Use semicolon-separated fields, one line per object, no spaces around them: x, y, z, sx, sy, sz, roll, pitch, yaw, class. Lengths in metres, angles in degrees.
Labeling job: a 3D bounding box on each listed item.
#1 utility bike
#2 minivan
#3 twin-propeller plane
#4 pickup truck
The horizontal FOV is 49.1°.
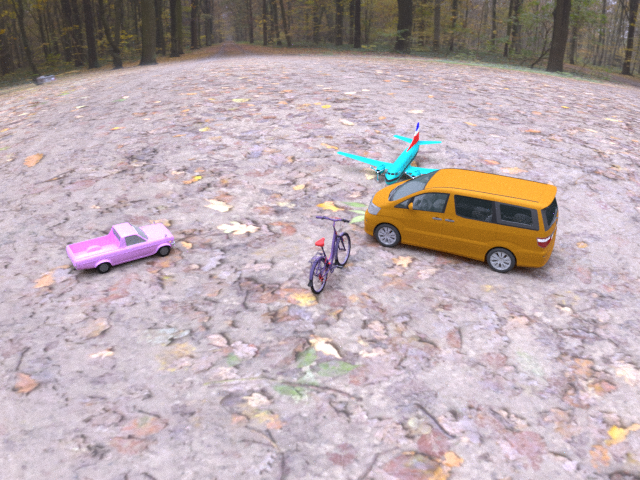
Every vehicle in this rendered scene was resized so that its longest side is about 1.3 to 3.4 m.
0.107;0.154;10.282;0.535;0.946;1.435;13;32;22;utility bike
2.194;-0.443;11.103;3.011;1.197;1.324;13;31;22;minivan
1.654;-1.645;13.696;2.663;0.792;2.129;11;31;20;twin-propeller plane
-3.090;0.064;10.895;1.603;0.511;0.640;-17;33;-27;pickup truck
